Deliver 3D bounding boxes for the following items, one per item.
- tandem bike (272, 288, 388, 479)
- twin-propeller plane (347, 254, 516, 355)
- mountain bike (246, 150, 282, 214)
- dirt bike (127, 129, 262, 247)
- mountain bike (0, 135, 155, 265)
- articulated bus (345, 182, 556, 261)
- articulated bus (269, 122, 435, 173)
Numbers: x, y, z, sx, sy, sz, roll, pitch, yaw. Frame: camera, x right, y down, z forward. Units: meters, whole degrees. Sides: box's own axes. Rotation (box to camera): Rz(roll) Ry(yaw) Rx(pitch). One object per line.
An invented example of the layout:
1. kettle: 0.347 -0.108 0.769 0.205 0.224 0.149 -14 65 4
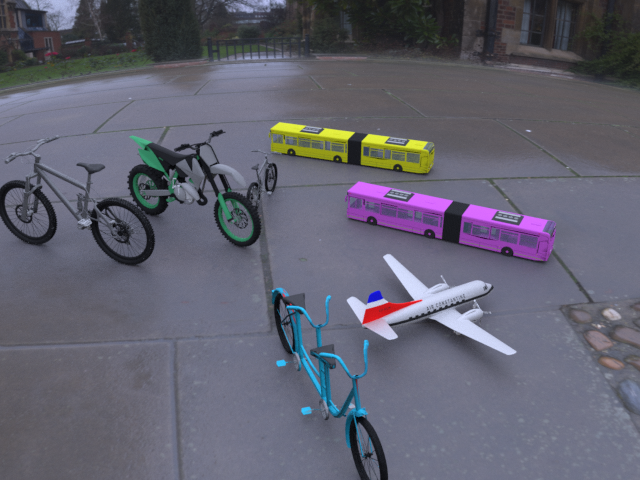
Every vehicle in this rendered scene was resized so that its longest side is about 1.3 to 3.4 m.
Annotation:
1. tandem bike: 0.010 1.289 7.556 0.550 1.326 3.192 -11 30 -19
2. twin-propeller plane: 1.446 0.767 9.074 2.129 0.792 2.663 -15 32 -25
3. mountain bike: -1.018 -1.060 12.349 0.573 0.868 1.469 8 30 14
4. dirt bike: -2.100 -0.918 11.254 2.903 1.666 1.024 18 34 30
5. mountain bike: -3.760 -0.538 10.533 2.857 1.688 1.114 10 30 18
6. articulated bus: 2.022 -0.334 11.336 3.401 0.561 0.605 14 32 24
7. articulated bus: 0.591 -1.877 14.172 3.401 0.561 0.605 11 30 19
